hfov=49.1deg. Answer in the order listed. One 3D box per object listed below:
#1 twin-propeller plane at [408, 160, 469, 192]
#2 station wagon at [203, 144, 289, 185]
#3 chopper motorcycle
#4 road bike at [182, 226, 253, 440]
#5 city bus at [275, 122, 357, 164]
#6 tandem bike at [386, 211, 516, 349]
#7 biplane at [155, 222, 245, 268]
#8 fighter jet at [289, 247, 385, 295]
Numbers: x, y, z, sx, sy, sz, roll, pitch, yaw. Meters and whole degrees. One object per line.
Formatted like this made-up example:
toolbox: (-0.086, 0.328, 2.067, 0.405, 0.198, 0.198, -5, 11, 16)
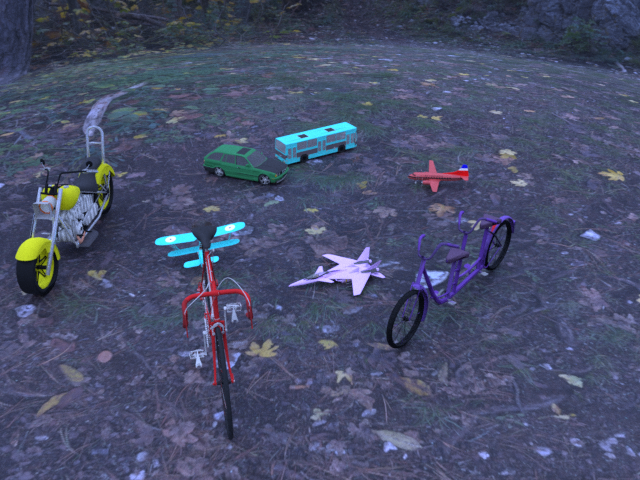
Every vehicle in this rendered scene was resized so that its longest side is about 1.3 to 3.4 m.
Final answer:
twin-propeller plane: (2.139, -1.192, 12.658, 1.095, 0.407, 1.370, 3, 30, 5)
station wagon: (-1.371, -1.434, 13.013, 1.597, 0.473, 0.682, 12, 32, 20)
chopper motorcycle: (-3.754, -0.514, 10.397, 0.906, 1.480, 3.040, 3, 30, 5)
road bike: (-1.198, 0.812, 7.904, 0.696, 1.656, 3.004, -6, 30, -11)
city bus: (-0.063, -1.903, 13.845, 1.674, 0.460, 0.476, -18, 34, -28)
tandem bike: (1.826, 0.271, 9.182, 0.550, 1.326, 3.192, 23, 37, 34)
biplane: (-1.754, 0.108, 10.291, 1.336, 0.504, 1.090, -4, 30, -6)
fighter jet: (0.193, 0.441, 9.930, 1.358, 0.286, 1.147, -11, 32, -19)
